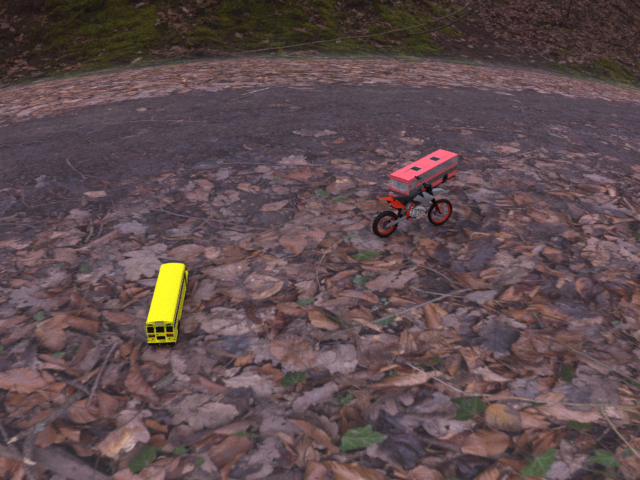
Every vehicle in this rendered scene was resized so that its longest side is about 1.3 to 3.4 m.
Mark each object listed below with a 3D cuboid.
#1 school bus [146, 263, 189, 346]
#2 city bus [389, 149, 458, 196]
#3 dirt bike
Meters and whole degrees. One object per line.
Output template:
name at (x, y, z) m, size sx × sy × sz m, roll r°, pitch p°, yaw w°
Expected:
school bus at (-2.008, 0.778, 9.320) m, size 0.365 × 0.434 × 1.708 m, roll -2°, pitch 29°, yaw -3°
city bus at (1.924, -1.193, 12.924) m, size 0.476 × 0.460 × 1.674 m, roll 22°, pitch 36°, yaw 35°
dirt bike at (1.512, -0.529, 11.284) m, size 1.493 × 0.857 × 0.527 m, roll -12°, pitch 31°, yaw -21°
